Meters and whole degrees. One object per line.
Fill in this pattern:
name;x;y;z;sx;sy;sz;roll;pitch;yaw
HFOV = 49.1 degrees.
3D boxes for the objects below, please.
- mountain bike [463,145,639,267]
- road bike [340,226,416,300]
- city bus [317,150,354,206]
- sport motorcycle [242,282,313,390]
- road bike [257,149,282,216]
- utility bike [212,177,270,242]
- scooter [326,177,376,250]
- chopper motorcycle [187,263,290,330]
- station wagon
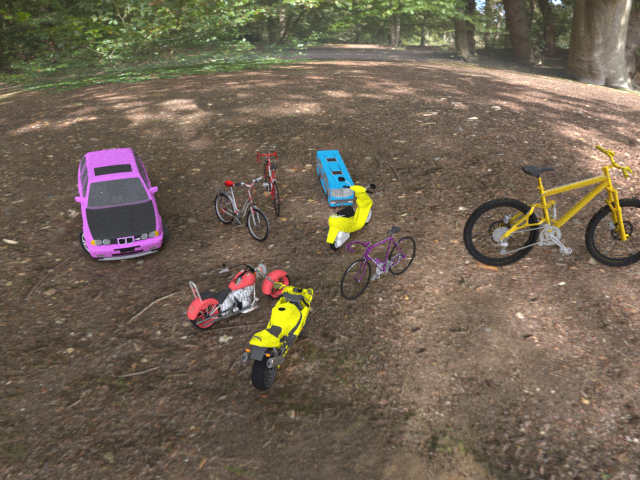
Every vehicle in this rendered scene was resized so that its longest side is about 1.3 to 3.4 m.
mountain bike;3.504;-0.365;9.985;2.857;1.688;1.114;0;28;0
road bike;0.833;0.268;9.683;1.545;0.852;0.358;-24;36;-38
city bus;0.257;-1.126;12.735;0.476;0.460;1.674;-4;28;-7
sport motorcycle;-0.450;1.079;8.185;0.506;0.821;1.520;10;29;18
road bike;-0.840;-1.024;12.123;0.358;0.852;1.545;-6;28;-11
utility bike;-1.247;-0.579;11.182;0.535;0.946;1.435;-25;37;-38
scooter;0.494;-0.456;10.980;0.662;0.919;1.399;15;31;26
chopper motorcycle;-1.033;0.630;9.097;1.563;0.761;0.466;-22;35;-36
station wagon;-3.323;-0.710;11.456;1.327;0.920;3.105;-9;29;-17
